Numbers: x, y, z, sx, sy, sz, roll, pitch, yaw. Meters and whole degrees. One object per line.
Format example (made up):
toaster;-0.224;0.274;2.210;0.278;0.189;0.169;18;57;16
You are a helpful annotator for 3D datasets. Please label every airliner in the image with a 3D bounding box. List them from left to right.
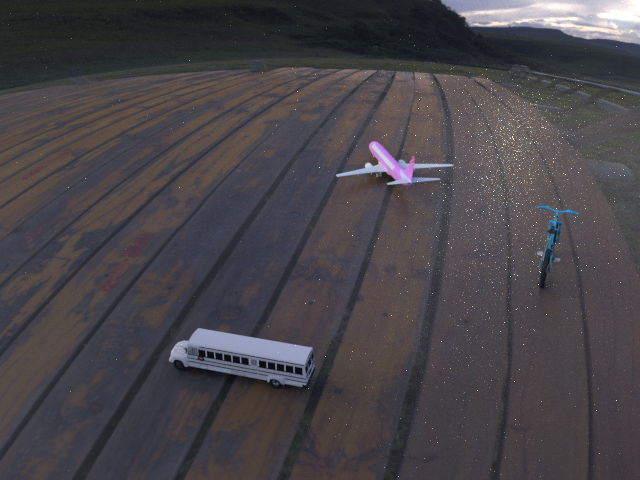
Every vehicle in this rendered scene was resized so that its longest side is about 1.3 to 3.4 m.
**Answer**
airliner;1.336;-1.586;13.134;2.257;0.835;2.541;-6;29;-12

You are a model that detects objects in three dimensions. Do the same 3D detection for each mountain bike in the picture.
mountain bike;3.304;0.059;10.010;0.573;0.868;1.469;11;30;20

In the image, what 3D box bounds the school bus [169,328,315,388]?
school bus;-0.921;1.346;8.055;1.708;0.434;0.365;8;29;14
